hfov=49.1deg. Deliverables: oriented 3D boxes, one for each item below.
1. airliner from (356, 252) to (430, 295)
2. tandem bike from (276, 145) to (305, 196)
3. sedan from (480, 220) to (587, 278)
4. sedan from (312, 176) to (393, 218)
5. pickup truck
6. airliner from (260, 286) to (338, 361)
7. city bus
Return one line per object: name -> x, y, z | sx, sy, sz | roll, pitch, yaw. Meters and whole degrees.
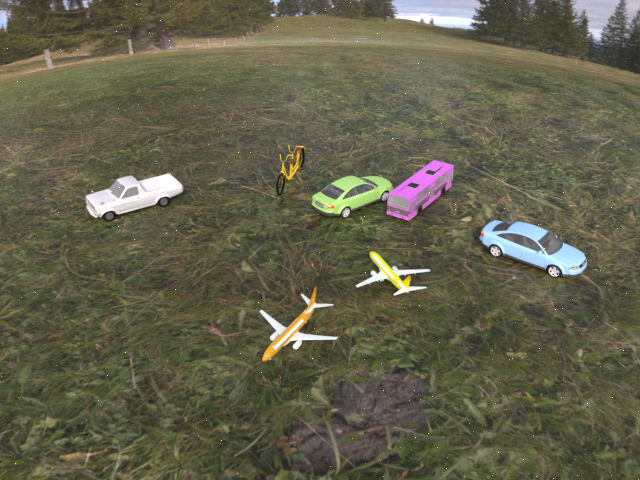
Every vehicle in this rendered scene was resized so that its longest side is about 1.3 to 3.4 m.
airliner -> 0.995, 0.390, 10.018 | 1.161, 0.429, 1.307 | -11, 32, -18
tandem bike -> -0.524, -1.405, 12.848 | 0.283, 0.682, 1.642 | 8, 31, 14
sedan -> 3.197, 0.076, 10.503 | 1.613, 0.483, 0.635 | 22, 37, 33
sedan -> 0.587, -0.835, 12.068 | 1.613, 0.483, 0.635 | -23, 37, -34
pickup truck -> -3.176, -0.807, 11.992 | 1.603, 0.511, 0.640 | -19, 35, -29
airliner -> -0.360, 1.065, 8.861 | 1.161, 0.429, 1.307 | 16, 34, 26
city bus -> 1.759, -0.855, 12.126 | 0.476, 0.460, 1.674 | 19, 35, 30
